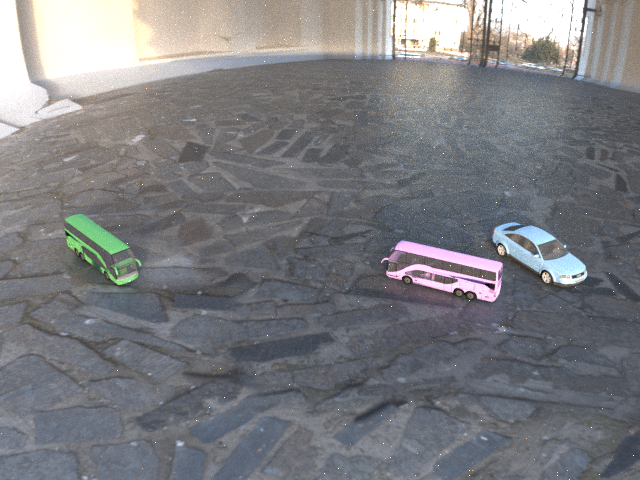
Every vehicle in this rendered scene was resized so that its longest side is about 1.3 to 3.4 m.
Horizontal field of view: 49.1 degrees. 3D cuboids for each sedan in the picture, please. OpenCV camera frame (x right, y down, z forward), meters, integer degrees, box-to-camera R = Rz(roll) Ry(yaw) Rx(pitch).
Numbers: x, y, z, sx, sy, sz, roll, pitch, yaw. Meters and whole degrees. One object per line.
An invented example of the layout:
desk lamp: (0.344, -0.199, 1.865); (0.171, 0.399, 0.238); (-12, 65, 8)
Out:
sedan: (3.252, 0.152, 10.415); (0.635, 0.483, 1.613); (-15, 32, -26)

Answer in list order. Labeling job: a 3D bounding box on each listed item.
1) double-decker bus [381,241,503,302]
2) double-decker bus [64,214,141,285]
double-decker bus: (1.709, 0.422, 9.862); (1.672, 0.541, 0.389); (13, 31, 23)
double-decker bus: (-3.254, 0.138, 10.381); (0.389, 0.541, 1.672); (-24, 37, -37)
